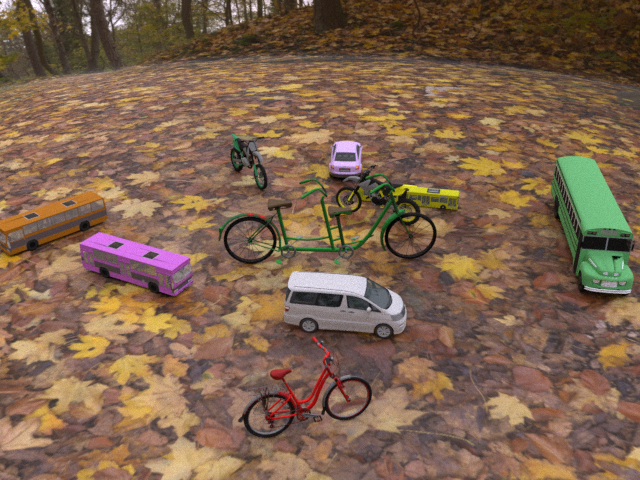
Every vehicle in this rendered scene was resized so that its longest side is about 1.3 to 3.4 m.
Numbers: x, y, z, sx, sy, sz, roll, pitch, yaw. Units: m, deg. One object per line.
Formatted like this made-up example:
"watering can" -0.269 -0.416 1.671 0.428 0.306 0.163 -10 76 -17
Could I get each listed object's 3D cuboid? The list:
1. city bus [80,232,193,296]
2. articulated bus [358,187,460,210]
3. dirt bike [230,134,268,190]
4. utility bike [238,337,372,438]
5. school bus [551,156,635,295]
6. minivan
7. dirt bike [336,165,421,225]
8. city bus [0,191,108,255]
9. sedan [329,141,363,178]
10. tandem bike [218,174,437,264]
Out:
"city bus" -2.598 0.345 9.868 1.674 0.460 0.476 14 31 24
"articulated bus" 1.542 -0.768 12.137 1.749 0.289 0.311 6 29 12
"dirt bike" -1.327 -1.514 12.932 0.527 0.857 1.493 -16 32 -27
"utility bike" -0.152 1.517 7.156 1.435 0.946 0.535 -8 29 -15
"school bus" 4.109 -0.298 10.666 0.709 0.844 3.322 4 28 8
"minivan" 0.327 0.792 8.866 1.548 0.616 0.681 4 28 7
"dirt bike" 0.942 -0.733 11.468 1.493 0.857 0.527 13 31 22
"city bus" -4.210 -0.270 11.023 0.476 0.460 1.674 24 36 37
"sedan" 0.508 -1.645 13.576 0.635 0.483 1.613 2 28 3
"tandem bike" 0.122 -0.267 10.097 3.192 1.326 0.550 -1 28 -3
